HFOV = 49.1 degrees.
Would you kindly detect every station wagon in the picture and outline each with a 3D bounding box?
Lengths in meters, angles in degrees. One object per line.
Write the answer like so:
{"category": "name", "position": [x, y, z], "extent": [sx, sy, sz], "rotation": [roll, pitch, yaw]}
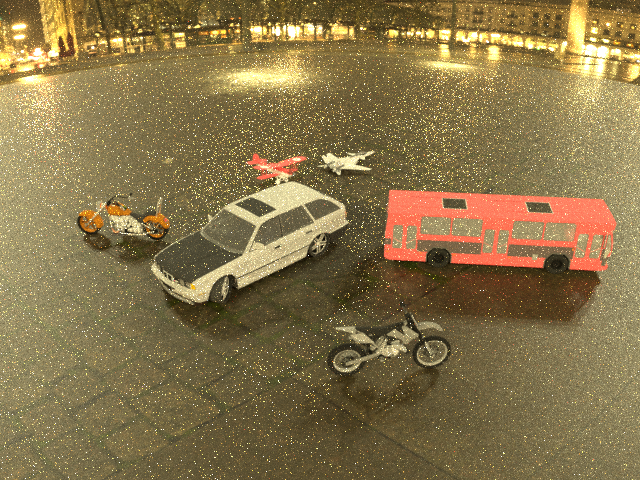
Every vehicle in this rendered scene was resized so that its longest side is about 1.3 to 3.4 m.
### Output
{"category": "station wagon", "position": [-0.997, -0.074, 10.421], "extent": [3.105, 0.920, 1.327], "rotation": [-26, 38, -38]}

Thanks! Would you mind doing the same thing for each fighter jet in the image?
{"category": "fighter jet", "position": [0.641, -1.655, 13.891], "extent": [1.358, 0.286, 1.147], "rotation": [-26, 38, -38]}

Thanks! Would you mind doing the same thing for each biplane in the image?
{"category": "biplane", "position": [-0.855, -1.356, 13.134], "extent": [1.090, 0.504, 1.336], "rotation": [22, 36, 34]}

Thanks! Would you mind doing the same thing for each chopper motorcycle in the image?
{"category": "chopper motorcycle", "position": [-3.150, -0.386, 11.141], "extent": [1.563, 0.761, 0.466], "rotation": [6, 30, 11]}

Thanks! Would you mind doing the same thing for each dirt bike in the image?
{"category": "dirt bike", "position": [0.824, 1.204, 8.206], "extent": [1.493, 0.857, 0.527], "rotation": [-4, 29, -6]}

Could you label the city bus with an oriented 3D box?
{"category": "city bus", "position": [2.614, -0.118, 10.526], "extent": [3.255, 0.894, 0.926], "rotation": [3, 29, 5]}
